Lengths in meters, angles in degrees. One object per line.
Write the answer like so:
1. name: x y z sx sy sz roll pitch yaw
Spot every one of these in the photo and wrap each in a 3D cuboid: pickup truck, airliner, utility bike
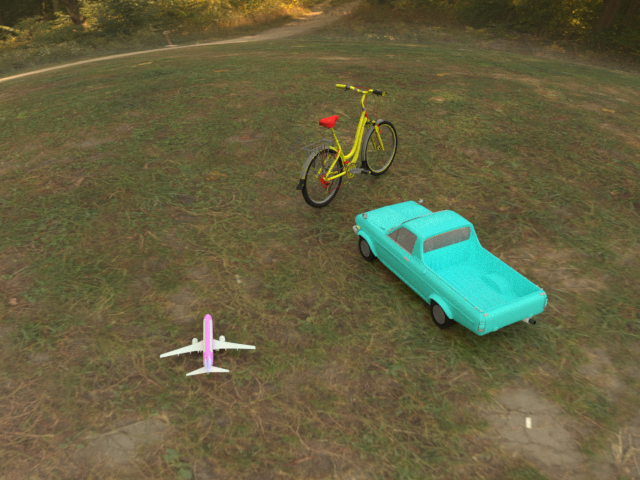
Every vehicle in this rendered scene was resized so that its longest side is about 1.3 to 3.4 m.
1. pickup truck: 1.698 0.229 9.812 1.244 0.993 3.117 -15 34 -24
2. airliner: -1.400 1.222 8.703 1.161 0.429 1.307 -4 31 -7
3. utility bike: 0.462 -1.730 12.257 1.039 1.839 2.791 24 38 34
